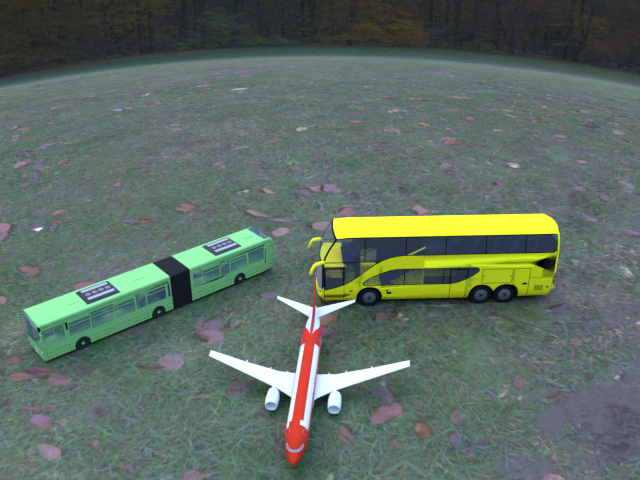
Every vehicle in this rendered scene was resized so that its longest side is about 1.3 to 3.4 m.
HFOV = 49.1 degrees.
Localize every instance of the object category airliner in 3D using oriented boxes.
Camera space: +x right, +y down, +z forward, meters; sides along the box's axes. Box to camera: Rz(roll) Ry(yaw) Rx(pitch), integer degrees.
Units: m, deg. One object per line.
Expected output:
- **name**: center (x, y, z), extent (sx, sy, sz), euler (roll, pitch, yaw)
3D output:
- **airliner**: center (-0.149, 1.299, 7.533), extent (2.257, 0.835, 2.541), euler (2, 28, 4)

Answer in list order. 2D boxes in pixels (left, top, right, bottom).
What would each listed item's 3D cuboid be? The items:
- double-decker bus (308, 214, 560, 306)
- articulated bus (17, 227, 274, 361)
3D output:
- **double-decker bus**: center (1.475, 0.241, 9.292), extent (3.251, 1.052, 0.756), euler (-1, 28, -2)
- **articulated bus**: center (-2.094, 0.615, 9.111), extent (3.401, 0.561, 0.605), euler (-22, 35, -35)
